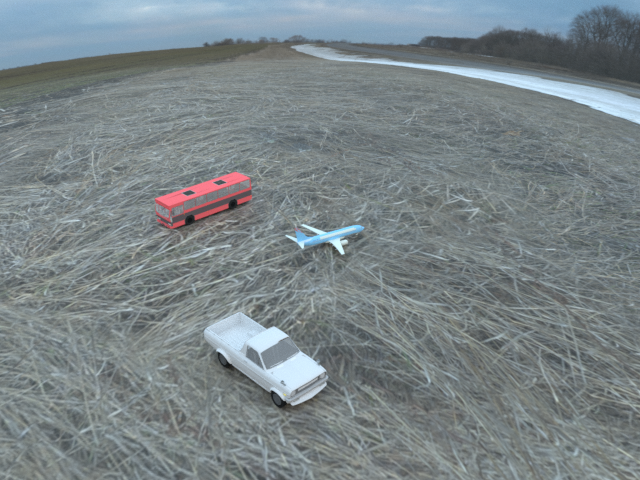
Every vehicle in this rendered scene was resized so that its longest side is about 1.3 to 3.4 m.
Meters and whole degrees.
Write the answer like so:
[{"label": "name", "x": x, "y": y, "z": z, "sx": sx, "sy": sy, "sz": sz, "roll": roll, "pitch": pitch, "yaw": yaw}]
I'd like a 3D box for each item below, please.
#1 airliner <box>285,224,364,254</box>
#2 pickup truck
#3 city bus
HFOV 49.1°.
[{"label": "airliner", "x": 0.153, "y": -0.139, "z": 10.746, "sx": 1.307, "sy": 0.429, "sz": 1.161, "roll": -17, "pitch": 32, "yaw": -29}, {"label": "pickup truck", "x": -0.642, "y": 1.279, "z": 7.948, "sx": 0.640, "sy": 0.511, "sz": 1.603, "roll": -24, "pitch": 36, "yaw": -38}, {"label": "city bus", "x": -1.922, "y": -0.662, "z": 11.713, "sx": 1.674, "sy": 0.460, "sz": 0.476, "roll": -24, "pitch": 36, "yaw": -38}]
